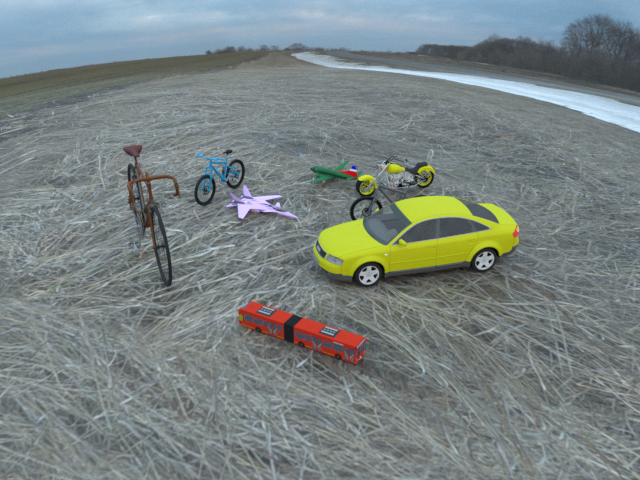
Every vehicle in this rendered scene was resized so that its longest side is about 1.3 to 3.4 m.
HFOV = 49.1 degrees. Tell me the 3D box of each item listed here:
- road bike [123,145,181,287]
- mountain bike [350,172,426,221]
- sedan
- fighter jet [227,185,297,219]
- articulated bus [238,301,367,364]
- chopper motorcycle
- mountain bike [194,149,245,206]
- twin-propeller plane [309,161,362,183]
[{"bbox_3d":[-2.631,-0.513,10.575,0.696,1.656,3.004,-11,29,-21],"label":"road bike"},{"bbox_3d":[1.231,-0.624,11.657,1.469,0.868,0.573,-1,27,-2],"label":"mountain bike"},{"bbox_3d":[1.447,-0.088,10.530,3.137,0.940,1.235,-7,28,-13],"label":"sedan"},{"bbox_3d":[-0.951,-0.628,12.304,1.358,0.286,1.147,17,31,29],"label":"fighter jet"},{"bbox_3d":[-0.246,1.149,8.824,1.749,0.289,0.311,15,30,26],"label":"articulated bus"},{"bbox_3d":[1.415,-1.242,12.985,1.563,0.761,0.466,-8,28,-16],"label":"chopper motorcycle"},{"bbox_3d":[-1.828,-1.206,12.797,0.573,0.868,1.469,15,31,26],"label":"mountain bike"},{"bbox_3d":[0.263,-1.338,13.563,1.095,0.407,1.370,17,32,30],"label":"twin-propeller plane"}]
